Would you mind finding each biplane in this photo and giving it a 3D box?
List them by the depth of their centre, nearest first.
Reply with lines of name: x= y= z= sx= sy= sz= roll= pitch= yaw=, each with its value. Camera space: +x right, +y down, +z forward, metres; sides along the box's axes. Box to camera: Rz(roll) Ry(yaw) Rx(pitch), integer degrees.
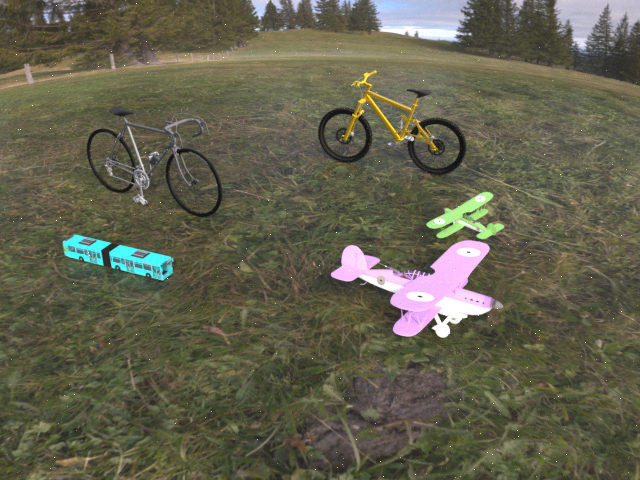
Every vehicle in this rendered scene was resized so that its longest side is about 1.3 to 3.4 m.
biplane: x=1.220 y=0.550 z=8.624 sx=2.120 sy=0.981 sz=2.598 roll=15 pitch=31 yaw=26
biplane: x=2.258 y=-0.276 z=10.711 sx=1.336 sy=0.504 sz=1.090 roll=-19 pitch=33 yaw=-32

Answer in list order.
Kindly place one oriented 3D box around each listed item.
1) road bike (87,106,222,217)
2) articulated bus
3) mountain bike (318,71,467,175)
road bike: x=-2.814 y=-1.353 z=11.524 sx=3.004 sy=1.656 sz=0.697 roll=16 pitch=32 yaw=28
articulated bus: x=-2.882 y=0.240 z=9.959 sx=1.749 sy=0.289 sz=0.311 roll=12 pitch=30 yaw=21
mountain bike: x=1.309 y=-2.122 z=12.957 sx=2.857 sy=1.688 sz=1.114 roll=10 pitch=29 yaw=18
